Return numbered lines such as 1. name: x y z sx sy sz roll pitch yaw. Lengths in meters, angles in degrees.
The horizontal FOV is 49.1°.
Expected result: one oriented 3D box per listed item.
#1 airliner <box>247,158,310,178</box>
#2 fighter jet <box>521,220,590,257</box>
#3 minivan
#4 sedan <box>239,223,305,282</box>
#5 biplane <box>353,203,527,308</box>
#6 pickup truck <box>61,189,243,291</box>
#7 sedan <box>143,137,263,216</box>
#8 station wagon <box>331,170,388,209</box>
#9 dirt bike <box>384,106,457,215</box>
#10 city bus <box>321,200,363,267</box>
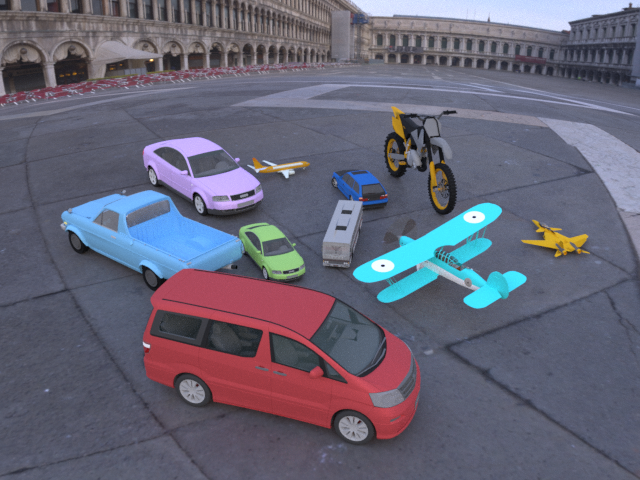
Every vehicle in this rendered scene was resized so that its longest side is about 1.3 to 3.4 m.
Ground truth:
1. airliner: -0.784 -1.555 14.213 1.307 0.429 1.161 -13 29 -25
2. fighter jet: 3.793 -0.136 11.423 1.147 0.286 1.358 -5 26 -10
3. minivan: -0.404 1.181 7.630 3.011 1.197 1.324 9 27 17
4. sedan: -0.745 0.124 10.655 0.635 0.483 1.613 -12 28 -23
5. biplane: 1.722 0.367 9.576 2.598 0.981 2.120 -17 31 -32
6. pickup truck: -2.616 -0.132 10.599 3.117 0.993 1.244 19 32 35
7. sedan: -2.247 -1.324 13.143 1.235 0.940 3.137 -19 31 -34
8. station wagon: 0.724 -1.057 13.125 0.682 0.473 1.597 -8 27 -16
9. dirt bike: 1.837 -1.635 12.951 1.024 1.666 2.903 -8 27 -16
10. city bus: 0.378 -0.108 11.166 0.476 0.460 1.674 4 26 9
